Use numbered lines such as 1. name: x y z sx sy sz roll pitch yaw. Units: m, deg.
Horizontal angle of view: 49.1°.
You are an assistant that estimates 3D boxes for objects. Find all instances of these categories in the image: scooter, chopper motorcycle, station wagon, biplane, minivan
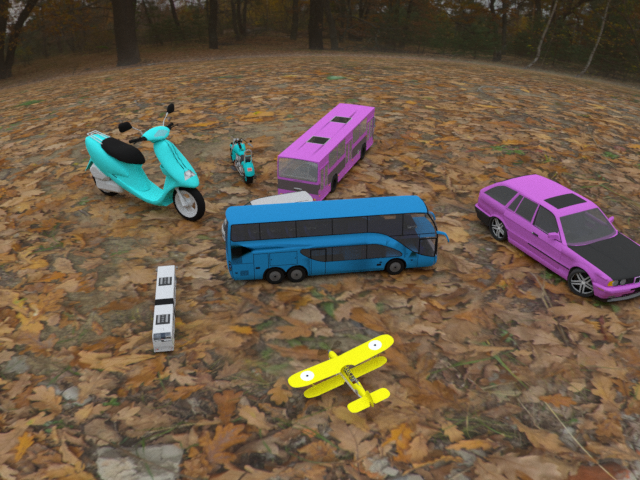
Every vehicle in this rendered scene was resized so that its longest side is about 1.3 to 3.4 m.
1. scooter: -3.096 -1.381 12.061 2.721 1.786 1.288 16 33 27
2. chopper motorcycle: -1.537 -1.645 13.606 0.466 0.761 1.563 -9 30 -16
3. station wagon: 3.743 -0.172 10.759 1.327 0.920 3.105 -13 31 -22
4. biplane: 0.324 1.581 8.002 1.336 0.504 1.090 -13 31 -23
5. minivan: -0.833 -0.351 11.401 1.548 0.616 0.681 -11 31 -19

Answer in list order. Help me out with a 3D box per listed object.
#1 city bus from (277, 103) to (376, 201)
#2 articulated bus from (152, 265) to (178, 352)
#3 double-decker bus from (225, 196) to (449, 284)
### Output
1. city bus: 0.201 -1.727 13.616 0.926 0.894 3.255 11 31 19
2. articulated bus: -2.094 0.890 9.484 0.311 0.289 1.749 -4 29 -8
3. double-decker bus: 0.236 -0.032 10.368 3.251 1.052 0.756 -4 29 -7
